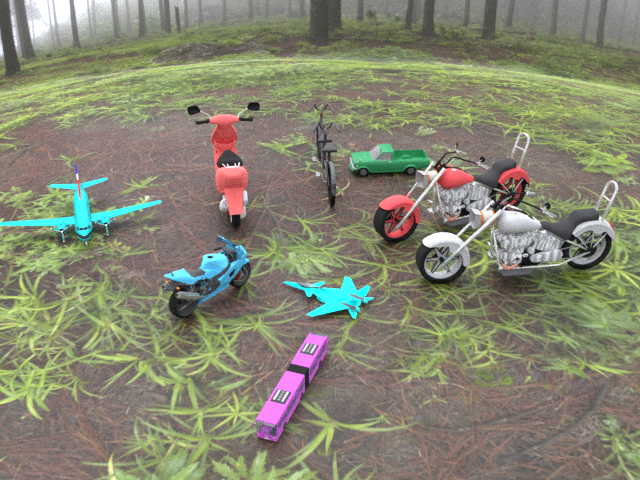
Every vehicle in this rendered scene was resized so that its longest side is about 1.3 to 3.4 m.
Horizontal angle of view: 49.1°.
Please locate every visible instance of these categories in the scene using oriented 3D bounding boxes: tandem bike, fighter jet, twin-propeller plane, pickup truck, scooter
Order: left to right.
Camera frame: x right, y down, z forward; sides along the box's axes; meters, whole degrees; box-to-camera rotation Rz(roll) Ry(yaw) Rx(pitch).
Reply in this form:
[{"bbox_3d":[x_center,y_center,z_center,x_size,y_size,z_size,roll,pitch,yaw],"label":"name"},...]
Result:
[{"bbox_3d":[-4.097,-0.605,12.000,2.663,0.792,2.129,-9,30,-17],"label":"twin-propeller plane"},{"bbox_3d":[-1.646,-1.477,12.554,1.288,1.786,2.721,-5,29,-10],"label":"scooter"},{"bbox_3d":[0.044,0.716,10.121,1.358,0.286,1.147,15,32,26],"label":"fighter jet"},{"bbox_3d":[0.099,-1.775,13.576,0.550,1.326,3.192,-3,29,-5],"label":"tandem bike"},{"bbox_3d":[1.405,-1.649,14.192,1.603,0.511,0.640,-2,29,-4],"label":"pickup truck"}]

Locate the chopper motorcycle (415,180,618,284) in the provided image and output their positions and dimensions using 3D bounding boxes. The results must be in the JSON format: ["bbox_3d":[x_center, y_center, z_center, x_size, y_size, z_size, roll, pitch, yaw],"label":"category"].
[{"bbox_3d":[2.949,-0.118,10.399,3.040,1.480,0.906,-4,29,-7],"label":"chopper motorcycle"}]

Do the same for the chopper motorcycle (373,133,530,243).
[{"bbox_3d":[2.292,-0.899,11.822,3.040,1.480,0.906,-13,31,-22],"label":"chopper motorcycle"}]

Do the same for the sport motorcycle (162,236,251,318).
[{"bbox_3d":[-1.556,0.517,9.927,0.506,0.821,1.520,23,36,35],"label":"sport motorcycle"}]

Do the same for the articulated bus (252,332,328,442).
[{"bbox_3d":[-0.304,1.698,8.330,0.311,0.289,1.749,10,30,17],"label":"articulated bus"}]
